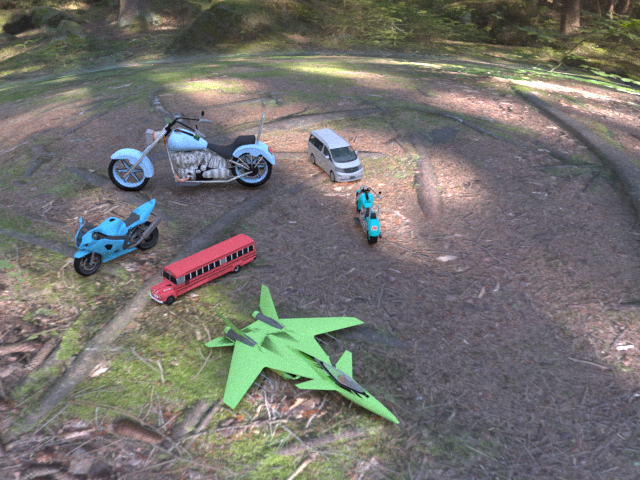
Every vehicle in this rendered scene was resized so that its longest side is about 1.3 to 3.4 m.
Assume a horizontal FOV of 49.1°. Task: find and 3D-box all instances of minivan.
[{"bbox_3d":[0.292,-1.659,13.690,0.681,0.616,1.548,-12,31,-21],"label":"minivan"}]

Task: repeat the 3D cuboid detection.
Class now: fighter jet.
[{"bbox_3d":[-0.105,1.386,8.265,2.640,0.557,2.229,25,37,37],"label":"fighter jet"}]

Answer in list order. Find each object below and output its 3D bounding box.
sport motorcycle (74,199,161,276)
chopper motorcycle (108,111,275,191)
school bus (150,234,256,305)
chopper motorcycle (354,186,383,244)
[{"bbox_3d":[-3.067,-0.045,10.570,0.506,0.821,1.520,23,36,35],"label":"sport motorcycle"},{"bbox_3d":[-2.341,-1.606,12.705,3.040,1.480,0.906,0,29,-1],"label":"chopper motorcycle"},{"bbox_3d":[-1.688,0.411,10.148,0.365,0.434,1.708,26,38,38],"label":"school bus"},{"bbox_3d":[0.774,-0.540,11.525,0.466,0.761,1.563,-3,29,-5],"label":"chopper motorcycle"}]
